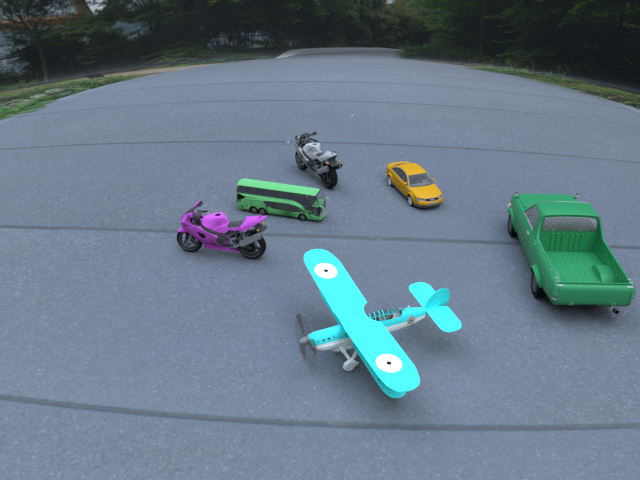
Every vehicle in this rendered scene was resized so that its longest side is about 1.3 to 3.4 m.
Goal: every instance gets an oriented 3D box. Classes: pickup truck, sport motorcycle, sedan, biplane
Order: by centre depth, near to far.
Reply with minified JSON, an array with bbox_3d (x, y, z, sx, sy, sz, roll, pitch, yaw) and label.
[{"bbox_3d":[0.732,1.067,8.772,2.120,0.981,2.598,-12,31,-21],"label":"biplane"},{"bbox_3d":[3.727,0.007,10.670,1.244,0.993,3.117,1,29,2],"label":"pickup truck"},{"bbox_3d":[-1.566,-0.124,11.084,1.520,0.821,0.506,6,30,10],"label":"sport motorcycle"},{"bbox_3d":[1.771,-1.106,13.202,0.635,0.483,1.613,-9,30,-16],"label":"sedan"},{"bbox_3d":[-0.086,-1.583,13.713,0.506,0.821,1.520,-16,33,-27],"label":"sport motorcycle"}]

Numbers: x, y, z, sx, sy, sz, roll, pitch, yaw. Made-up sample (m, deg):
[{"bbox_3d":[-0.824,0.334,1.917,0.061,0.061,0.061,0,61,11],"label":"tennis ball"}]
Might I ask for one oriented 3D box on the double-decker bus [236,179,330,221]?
[{"bbox_3d":[-0.670,-0.708,12.425,1.672,0.541,0.389,9,30,16],"label":"double-decker bus"}]
